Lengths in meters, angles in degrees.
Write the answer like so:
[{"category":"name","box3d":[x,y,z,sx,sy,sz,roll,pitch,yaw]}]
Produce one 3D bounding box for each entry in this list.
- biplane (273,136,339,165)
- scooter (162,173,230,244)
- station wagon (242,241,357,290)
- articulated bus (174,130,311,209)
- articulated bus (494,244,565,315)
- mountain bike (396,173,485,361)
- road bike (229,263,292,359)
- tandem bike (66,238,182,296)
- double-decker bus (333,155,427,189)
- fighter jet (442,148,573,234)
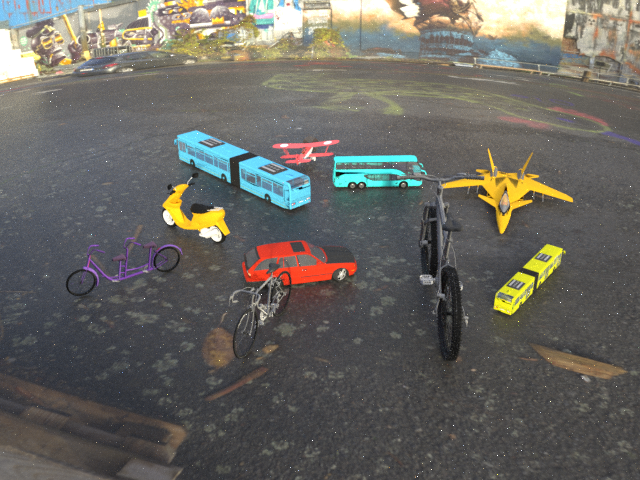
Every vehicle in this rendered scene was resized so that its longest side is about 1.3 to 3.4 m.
[{"category":"biplane","box3d":[-0.322,-1.667,13.537,1.336,0.504,1.090,7,28,13]},{"category":"scooter","box3d":[-1.967,-0.488,10.832,1.399,0.919,0.662,18,32,30]},{"category":"station wagon","box3d":[-0.277,0.295,9.814,1.597,0.473,0.682,-6,28,-12]},{"category":"articulated bus","box3d":[-1.489,-1.336,12.841,0.605,0.561,3.401,-24,36,-38]},{"category":"articulated bus","box3d":[2.881,0.516,9.590,0.311,0.289,1.749,20,33,33]},{"category":"mountain bike","box3d":[1.506,0.173,8.735,1.114,1.688,2.857,0,28,1]},{"category":"road bike","box3d":[-0.679,0.775,8.486,0.358,0.852,1.545,11,30,20]},{"category":"tandem bike","box3d":[-2.666,0.296,9.587,1.642,0.682,0.283,-16,32,-28]},{"category":"double-decker bus","box3d":[1.066,-1.236,12.672,1.672,0.541,0.389,-1,28,-2]},{"category":"fighter jet","box3d":[3.160,-0.842,11.901,2.229,0.557,2.640,7,28,14]}]
